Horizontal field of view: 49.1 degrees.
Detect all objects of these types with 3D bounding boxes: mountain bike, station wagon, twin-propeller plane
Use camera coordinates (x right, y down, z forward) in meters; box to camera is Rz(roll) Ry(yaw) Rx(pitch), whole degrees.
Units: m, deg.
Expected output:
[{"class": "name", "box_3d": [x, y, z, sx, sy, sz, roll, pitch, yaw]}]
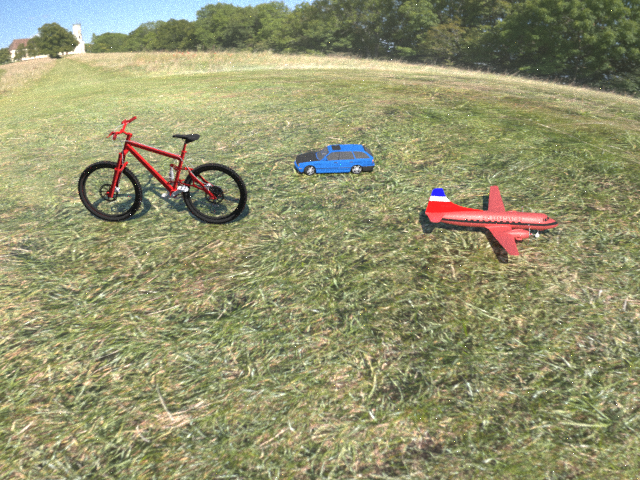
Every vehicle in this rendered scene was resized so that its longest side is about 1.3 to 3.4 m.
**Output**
[{"class": "mountain bike", "box_3d": [-2.632, -1.057, 11.558, 2.857, 1.688, 1.114, 1, 27, 3]}, {"class": "station wagon", "box_3d": [0.283, -1.637, 14.057, 1.597, 0.473, 0.682, -2, 27, -5]}, {"class": "twin-propeller plane", "box_3d": [2.781, -0.432, 11.313, 2.129, 0.792, 2.663, 3, 27, 5]}]
